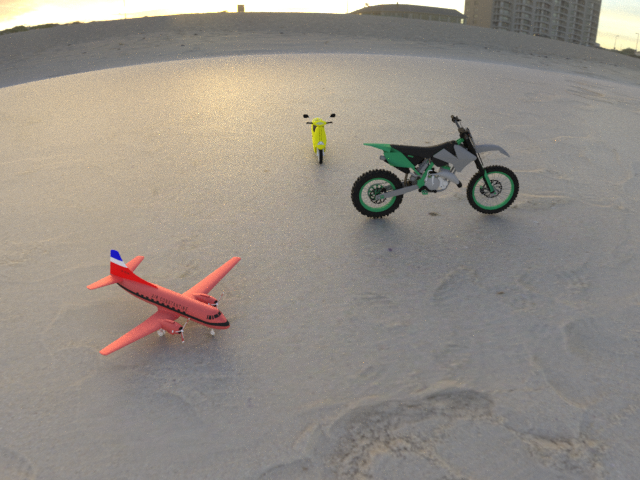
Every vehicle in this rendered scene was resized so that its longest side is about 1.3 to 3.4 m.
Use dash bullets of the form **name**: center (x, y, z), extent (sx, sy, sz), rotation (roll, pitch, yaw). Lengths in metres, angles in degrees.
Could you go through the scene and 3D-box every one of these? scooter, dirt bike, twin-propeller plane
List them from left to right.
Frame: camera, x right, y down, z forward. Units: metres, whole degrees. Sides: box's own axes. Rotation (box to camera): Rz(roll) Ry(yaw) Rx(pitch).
- **twin-propeller plane**: center (-2.063, 0.711, 9.389), extent (2.129, 0.792, 2.663), rotation (17, 33, 27)
- **scooter**: center (-0.022, -2.220, 14.479), extent (0.662, 0.919, 1.399), rotation (-2, 29, -3)
- **dirt bike**: center (1.975, -1.155, 11.818), extent (2.903, 1.666, 1.024), rotation (-2, 29, -3)
